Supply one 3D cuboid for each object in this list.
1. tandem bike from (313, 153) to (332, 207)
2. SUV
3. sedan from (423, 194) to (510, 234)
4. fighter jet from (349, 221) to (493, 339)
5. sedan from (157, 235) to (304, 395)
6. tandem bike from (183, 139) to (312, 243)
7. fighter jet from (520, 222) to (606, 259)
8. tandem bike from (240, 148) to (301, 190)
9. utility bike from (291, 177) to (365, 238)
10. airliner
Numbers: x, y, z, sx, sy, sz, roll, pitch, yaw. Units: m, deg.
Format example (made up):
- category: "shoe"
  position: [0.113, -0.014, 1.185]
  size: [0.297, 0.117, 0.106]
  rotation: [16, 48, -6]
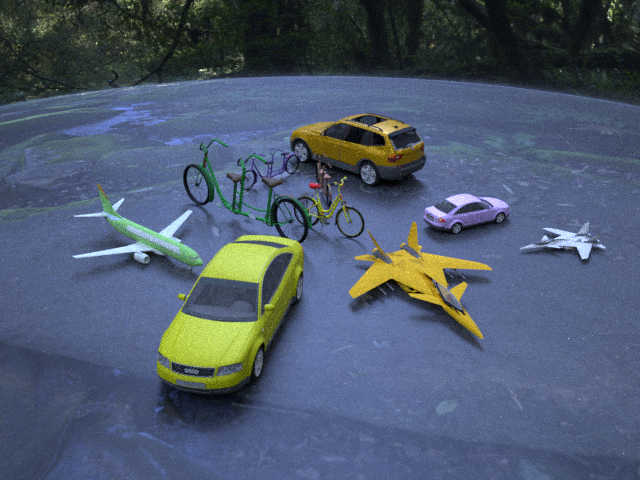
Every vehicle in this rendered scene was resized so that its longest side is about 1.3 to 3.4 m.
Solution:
- category: "tandem bike"
  position: [0.061, -1.172, 13.077]
  size: [0.283, 0.682, 1.642]
  rotation: [-4, 26, -8]
- category: "SUV"
  position: [0.723, -2.008, 14.296]
  size: [3.058, 1.128, 1.276]
  rotation: [23, 34, 39]
- category: "sedan"
  position: [2.531, -0.518, 11.953]
  size: [1.613, 0.483, 0.635]
  rotation: [-12, 28, -24]
- category: "fighter jet"
  position: [1.531, 0.536, 9.686]
  size: [2.229, 0.557, 2.640]
  rotation: [-10, 27, -19]
- category: "sedan"
  position: [-1.040, 0.730, 8.845]
  size: [1.235, 0.940, 3.137]
  rotation: [6, 26, 12]
- category: "tandem bike"
  position: [-1.316, -0.876, 11.725]
  size: [3.192, 1.326, 0.550]
  rotation: [22, 33, 37]
- category: "fighter jet"
  position: [3.797, -0.008, 11.123]
  size: [1.358, 0.286, 1.147]
  rotation: [-6, 27, -13]
- category: "tandem bike"
  position: [-0.951, -1.464, 13.683]
  size: [0.283, 0.682, 1.642]
  rotation: [22, 33, 37]
- category: "utility bike"
  position: [0.142, -0.598, 11.587]
  size: [1.435, 0.946, 0.535]
  rotation: [15, 30, 29]
- category: "airliner"
  position: [-2.704, -0.209, 10.909]
  size: [2.541, 0.835, 2.257]
  rotation: [20, 32, 35]
